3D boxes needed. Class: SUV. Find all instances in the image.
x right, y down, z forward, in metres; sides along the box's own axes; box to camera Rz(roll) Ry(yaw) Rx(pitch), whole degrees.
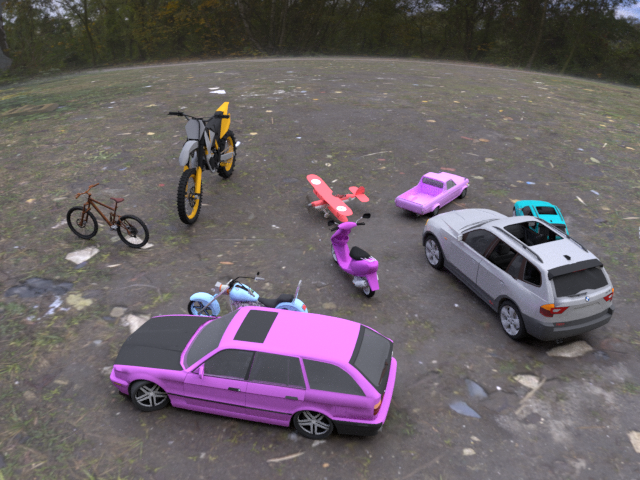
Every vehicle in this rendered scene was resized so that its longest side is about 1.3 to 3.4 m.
[{"bbox_3d":[2.565,0.220,9.442,1.276,1.128,3.058,-11,30,-20],"label":"SUV"},{"bbox_3d":[3.470,-0.296,10.988,0.656,0.580,1.572,2,28,3],"label":"SUV"}]

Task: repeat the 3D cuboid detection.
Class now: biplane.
[{"bbox_3d":[0.291,-0.665,11.758,1.090,0.504,1.336,-14,31,-25],"label":"biplane"}]

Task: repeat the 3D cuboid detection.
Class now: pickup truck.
[{"bbox_3d":[1.960,-0.847,12.093,0.640,0.511,1.603,21,35,34],"label":"pickup truck"}]

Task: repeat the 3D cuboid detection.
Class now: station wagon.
[{"bbox_3d":[-0.742,1.294,7.655,3.105,0.920,1.327,6,29,12],"label":"station wagon"}]

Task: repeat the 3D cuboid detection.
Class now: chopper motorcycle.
[{"bbox_3d":[-0.924,0.766,8.811,1.563,0.761,0.466,6,29,10],"label":"chopper motorcycle"}]

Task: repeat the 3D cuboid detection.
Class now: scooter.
[{"bbox_3d":[0.468,0.153,9.789,0.662,0.919,1.399,-12,30,-20],"label":"scooter"}]

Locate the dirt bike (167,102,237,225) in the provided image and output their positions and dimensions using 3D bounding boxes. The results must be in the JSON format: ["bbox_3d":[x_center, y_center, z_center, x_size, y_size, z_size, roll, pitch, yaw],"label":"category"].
[{"bbox_3d":[-1.922,-1.488,12.066,1.024,1.666,2.903,5,29,9],"label":"dirt bike"}]

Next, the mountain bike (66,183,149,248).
[{"bbox_3d":[-3.293,-0.339,10.763,1.469,0.868,0.573,9,30,17],"label":"mountain bike"}]
